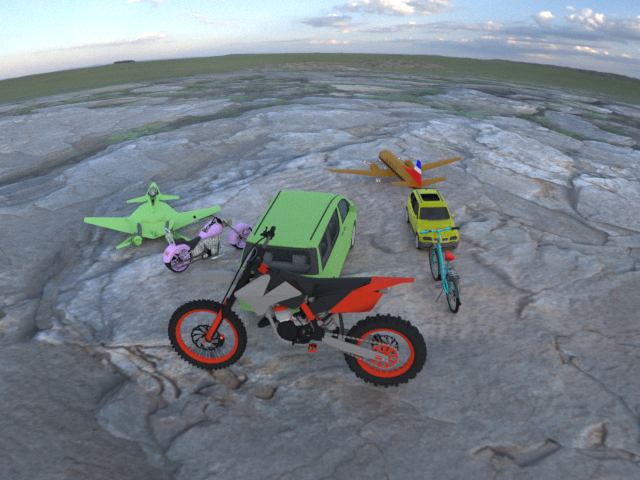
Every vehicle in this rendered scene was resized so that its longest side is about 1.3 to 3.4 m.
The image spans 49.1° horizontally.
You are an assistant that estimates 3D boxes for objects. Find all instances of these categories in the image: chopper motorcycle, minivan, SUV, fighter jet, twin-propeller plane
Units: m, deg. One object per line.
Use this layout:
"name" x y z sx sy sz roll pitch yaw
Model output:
"chopper motorcycle" -1.632 -0.036 10.328 1.563 0.761 0.466 -23 35 -39
"minivan" -0.220 -0.044 9.853 1.324 1.197 3.011 5 27 10
"SUV" 1.775 -0.358 11.183 0.656 0.580 1.572 -1 26 -3
"fighter jet" -2.817 -0.648 11.796 2.229 0.557 2.640 -5 27 -11
"twin-propeller plane" 1.493 -1.409 13.070 2.663 0.792 2.129 -7 27 -13

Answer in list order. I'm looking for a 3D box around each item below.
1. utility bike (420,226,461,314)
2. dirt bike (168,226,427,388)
"utility bike" 1.616 0.337 9.365 0.535 0.946 1.435 -3 26 -6
"dirt bike" -0.284 0.815 7.585 2.903 1.666 1.024 4 27 7
